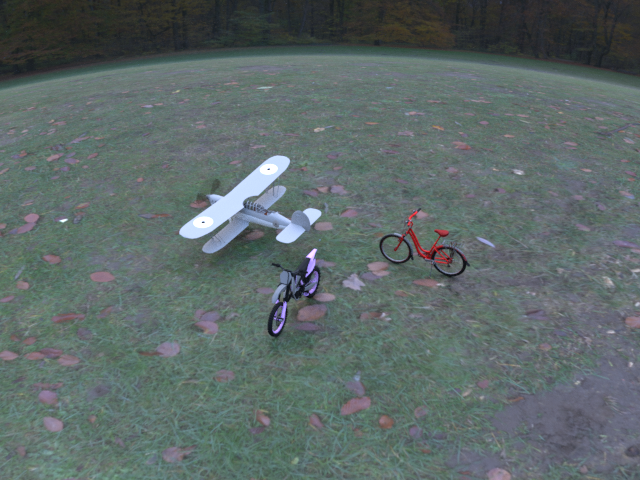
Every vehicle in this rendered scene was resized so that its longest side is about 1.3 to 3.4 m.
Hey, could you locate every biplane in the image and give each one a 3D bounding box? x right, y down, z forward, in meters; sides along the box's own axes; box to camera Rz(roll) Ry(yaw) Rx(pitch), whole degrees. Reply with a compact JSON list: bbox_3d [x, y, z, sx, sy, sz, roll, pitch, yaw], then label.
[{"bbox_3d":[-1.057,-0.414,11.309,2.120,0.981,2.598,17,33,28],"label":"biplane"}]

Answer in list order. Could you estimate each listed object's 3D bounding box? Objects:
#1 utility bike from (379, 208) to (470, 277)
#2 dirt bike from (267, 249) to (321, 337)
[{"bbox_3d":[1.544,0.078,10.459,1.435,0.946,0.535,13,32,22],"label":"utility bike"},{"bbox_3d":[-0.331,0.655,9.511,0.527,0.857,1.493,13,32,22],"label":"dirt bike"}]
